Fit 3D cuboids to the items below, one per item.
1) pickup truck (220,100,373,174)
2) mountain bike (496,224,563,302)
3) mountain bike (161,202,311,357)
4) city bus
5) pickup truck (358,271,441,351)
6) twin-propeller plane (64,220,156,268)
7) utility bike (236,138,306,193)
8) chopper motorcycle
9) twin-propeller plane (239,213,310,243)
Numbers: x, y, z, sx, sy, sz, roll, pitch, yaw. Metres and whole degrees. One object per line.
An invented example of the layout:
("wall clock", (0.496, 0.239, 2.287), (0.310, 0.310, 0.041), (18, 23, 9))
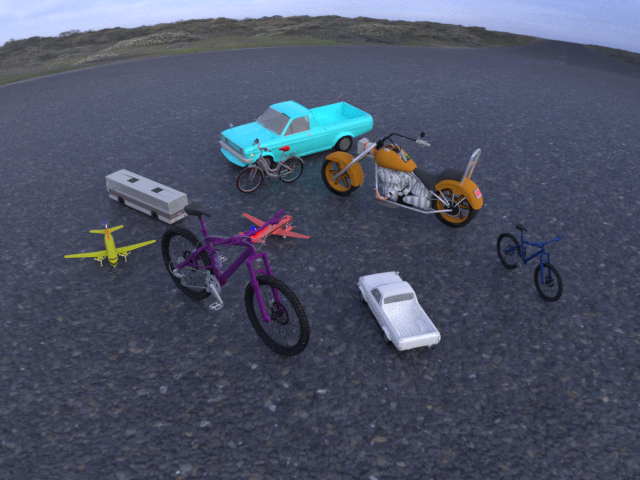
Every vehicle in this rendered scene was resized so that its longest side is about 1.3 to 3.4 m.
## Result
("pickup truck", (-0.451, -2.243, 14.155), (3.117, 0.993, 1.244), (-18, 35, -28))
("mountain bike", (3.005, 0.245, 10.058), (0.573, 0.868, 1.469), (-12, 33, -19))
("mountain bike", (-1.193, 0.377, 9.027), (2.857, 1.688, 1.114), (25, 39, 36))
("city bus", (-3.008, -0.747, 12.143), (1.674, 0.460, 0.476), (21, 37, 32))
("pickup truck", (1.021, 0.886, 9.323), (0.640, 0.511, 1.603), (-8, 32, -14))
("twin-propeller plane", (-3.248, 0.060, 10.826), (1.370, 0.407, 1.095), (-11, 32, -18))
("utility bike", (-0.855, -1.350, 12.687), (1.435, 0.946, 0.535), (-17, 35, -26))
("chopper motorcycle", (1.329, -1.162, 11.842), (3.040, 1.480, 0.906), (20, 36, 30))
("twin-propeller plane", (-0.783, -0.225, 11.309), (1.370, 0.407, 1.095), (20, 36, 30))
